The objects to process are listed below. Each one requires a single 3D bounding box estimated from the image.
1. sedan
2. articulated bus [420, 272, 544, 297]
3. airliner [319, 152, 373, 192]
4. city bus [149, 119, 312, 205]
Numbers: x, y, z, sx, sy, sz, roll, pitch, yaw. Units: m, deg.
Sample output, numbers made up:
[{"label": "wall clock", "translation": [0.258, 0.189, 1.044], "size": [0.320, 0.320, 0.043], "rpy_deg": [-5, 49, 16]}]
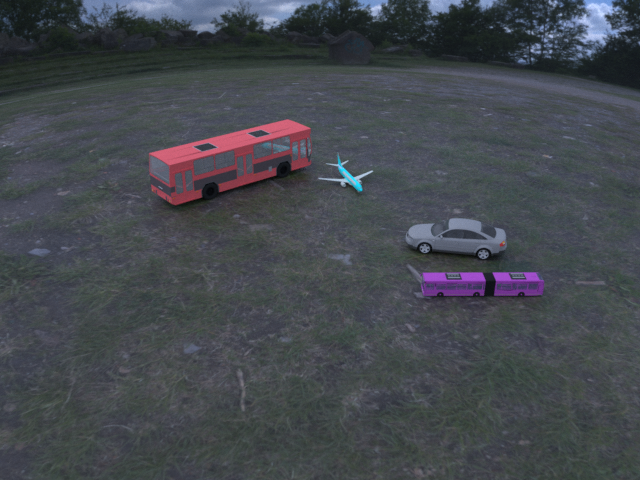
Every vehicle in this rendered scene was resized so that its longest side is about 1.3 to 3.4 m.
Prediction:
[{"label": "sedan", "translation": [2.199, -0.072, 11.319], "size": [1.613, 0.483, 0.635], "rpy_deg": [5, 28, 10]}, {"label": "articulated bus", "translation": [2.339, 0.641, 10.156], "size": [1.749, 0.289, 0.311], "rpy_deg": [0, 27, 0]}, {"label": "airliner", "translation": [0.570, -1.322, 13.789], "size": [1.161, 0.429, 1.307], "rpy_deg": [-10, 29, -18]}, {"label": "city bus", "translation": [-1.665, -1.529, 13.682], "size": [3.255, 0.894, 0.926], "rpy_deg": [-21, 34, -34]}]
